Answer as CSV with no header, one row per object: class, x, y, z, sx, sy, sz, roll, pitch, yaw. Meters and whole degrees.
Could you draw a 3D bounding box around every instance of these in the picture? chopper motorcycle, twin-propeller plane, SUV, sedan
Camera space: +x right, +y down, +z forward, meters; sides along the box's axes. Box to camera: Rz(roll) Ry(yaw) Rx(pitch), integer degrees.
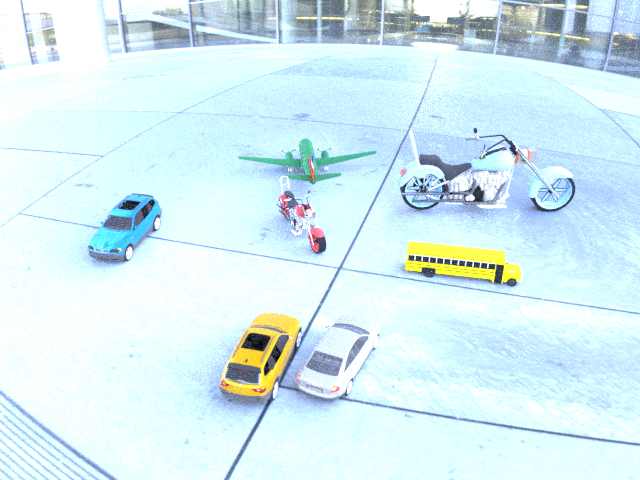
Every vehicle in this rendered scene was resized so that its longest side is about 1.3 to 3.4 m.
chopper motorcycle,2.843,-1.162,11.842,3.040,1.480,0.906,-1,30,-1
twin-propeller plane,-0.213,-1.592,13.252,2.663,0.792,2.129,-3,31,-5
SUV,-3.092,-0.230,11.143,0.656,0.580,1.572,8,31,13
SUV,-0.695,1.337,8.479,0.656,0.580,1.572,8,31,13
sedan,0.262,1.336,8.576,0.635,0.483,1.613,13,33,21
chopper motorcycle,-0.297,-0.418,11.285,0.466,0.761,1.563,-14,33,-22

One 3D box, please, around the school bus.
school bus,2.119,0.338,10.323,1.708,0.434,0.365,6,31,10
